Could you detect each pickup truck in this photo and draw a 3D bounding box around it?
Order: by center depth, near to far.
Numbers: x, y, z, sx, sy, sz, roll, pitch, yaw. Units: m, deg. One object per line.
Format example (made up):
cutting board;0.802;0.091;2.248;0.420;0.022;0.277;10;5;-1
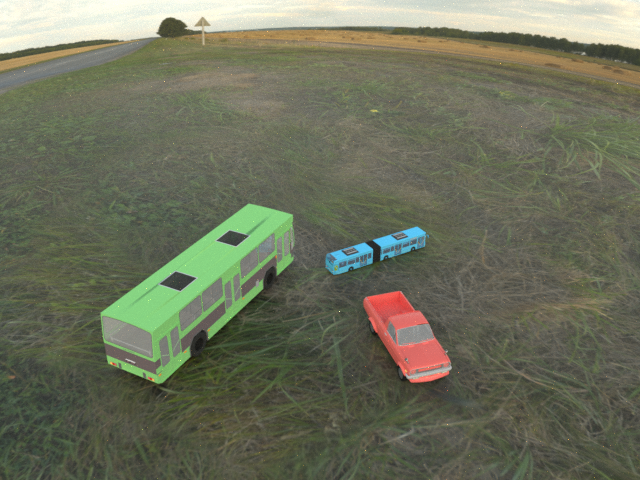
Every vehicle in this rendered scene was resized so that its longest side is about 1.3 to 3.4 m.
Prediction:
pickup truck;1.086;1.163;8.957;0.640;0.511;1.603;-9;31;-15

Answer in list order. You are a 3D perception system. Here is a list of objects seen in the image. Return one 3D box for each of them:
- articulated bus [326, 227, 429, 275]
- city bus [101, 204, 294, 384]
articulated bus;0.899;0.159;10.911;1.749;0.289;0.311;-16;34;-26
city bus;-1.491;0.625;9.503;0.926;0.894;3.255;15;33;24
